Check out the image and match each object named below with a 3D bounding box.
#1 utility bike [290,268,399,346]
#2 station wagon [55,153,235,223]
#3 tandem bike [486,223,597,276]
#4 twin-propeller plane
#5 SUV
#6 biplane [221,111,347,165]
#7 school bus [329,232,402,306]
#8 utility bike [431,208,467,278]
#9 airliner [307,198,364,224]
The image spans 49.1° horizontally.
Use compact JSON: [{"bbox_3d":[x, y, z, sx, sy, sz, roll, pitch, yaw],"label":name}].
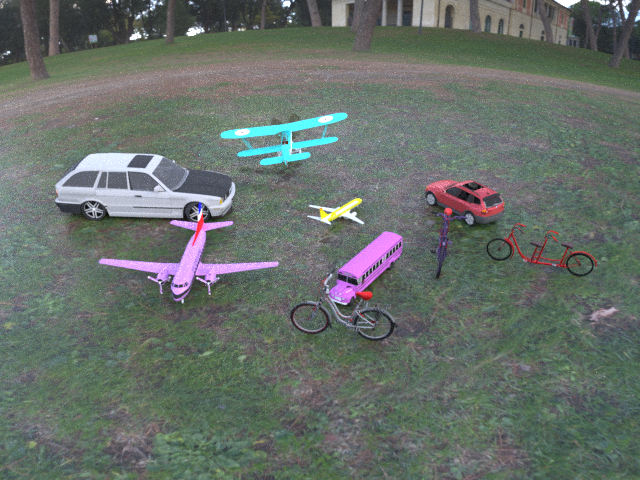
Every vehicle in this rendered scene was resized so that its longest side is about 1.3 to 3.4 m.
[{"bbox_3d":[0.303,0.918,9.024,1.435,0.946,0.535,5,29,8],"label":"utility bike"},{"bbox_3d":[-3.080,-0.989,12.507,3.105,0.920,1.327,2,29,4],"label":"station wagon"},{"bbox_3d":[3.385,0.143,10.703,1.642,0.682,0.283,11,31,19],"label":"tandem bike"},{"bbox_3d":[-1.939,0.191,10.502,2.663,0.792,2.129,1,29,2],"label":"twin-propeller plane"},{"bbox_3d":[2.565,-0.770,12.463,0.656,0.580,1.572,-19,34,-30],"label":"SUV"},{"bbox_3d":[-0.733,-1.944,14.176,2.598,0.981,2.120,-1,29,-1],"label":"biplane"},{"bbox_3d":[0.697,0.415,10.466,0.365,0.434,1.708,17,33,28],"label":"school bus"},{"bbox_3d":[1.961,-0.075,10.824,0.535,0.946,1.435,6,29,10],"label":"utility bike"},{"bbox_3d":[0.367,-0.589,12.290,1.161,0.429,1.307,20,35,32],"label":"airliner"}]
